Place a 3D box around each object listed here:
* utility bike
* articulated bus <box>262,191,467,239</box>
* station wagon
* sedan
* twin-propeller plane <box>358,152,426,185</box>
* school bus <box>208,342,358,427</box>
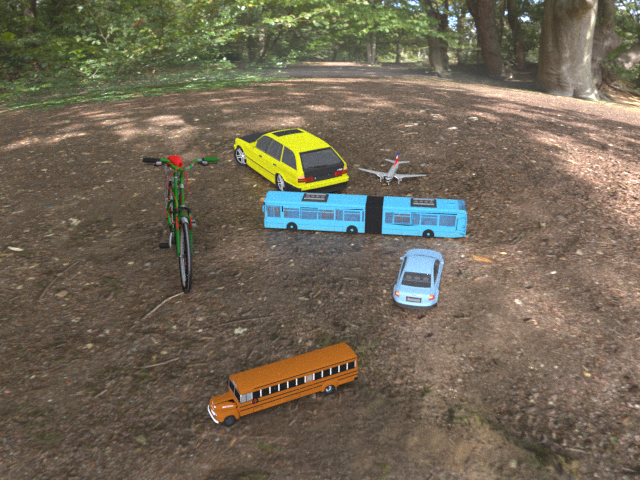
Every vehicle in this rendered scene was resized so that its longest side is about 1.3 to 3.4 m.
[{"bbox_3d":[-2.037,-0.501,10.433,1.039,1.839,2.791,-7,27,-15],"label":"utility bike"},{"bbox_3d":[0.723,-0.435,11.767,3.401,0.561,0.605,3,26,7],"label":"articulated bus"},{"bbox_3d":[-0.672,-1.742,14.061,1.327,0.920,3.105,-14,29,-27],"label":"station wagon"},{"bbox_3d":[1.425,0.469,9.983,0.635,0.483,1.613,6,26,12],"label":"sedan"},{"bbox_3d":[1.457,-1.423,13.990,1.370,0.407,1.095,7,27,15],"label":"twin-propeller plane"},{"bbox_3d":[-0.401,1.579,7.738,1.708,0.434,0.365,-12,28,-24],"label":"school bus"}]
